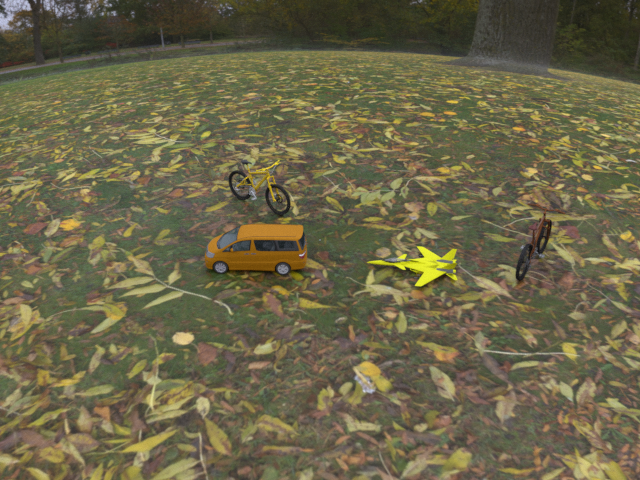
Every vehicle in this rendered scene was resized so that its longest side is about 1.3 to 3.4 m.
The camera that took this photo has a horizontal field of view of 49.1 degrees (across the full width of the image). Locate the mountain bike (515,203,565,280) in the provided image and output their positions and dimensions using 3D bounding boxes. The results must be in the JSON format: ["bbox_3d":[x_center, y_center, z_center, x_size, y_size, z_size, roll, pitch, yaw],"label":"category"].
[{"bbox_3d":[3.253,0.001,10.531,0.573,0.868,1.469,18,34,29],"label":"mountain bike"}]

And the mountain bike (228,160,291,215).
[{"bbox_3d":[-1.082,-0.973,12.236,1.469,0.868,0.573,22,36,33],"label":"mountain bike"}]

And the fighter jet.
[{"bbox_3d":[1.392,0.315,10.568,1.358,0.286,1.147,4,30,7],"label":"fighter jet"}]

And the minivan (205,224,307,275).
[{"bbox_3d":[-0.973,0.111,10.594,1.548,0.616,0.681,1,30,2],"label":"minivan"}]
